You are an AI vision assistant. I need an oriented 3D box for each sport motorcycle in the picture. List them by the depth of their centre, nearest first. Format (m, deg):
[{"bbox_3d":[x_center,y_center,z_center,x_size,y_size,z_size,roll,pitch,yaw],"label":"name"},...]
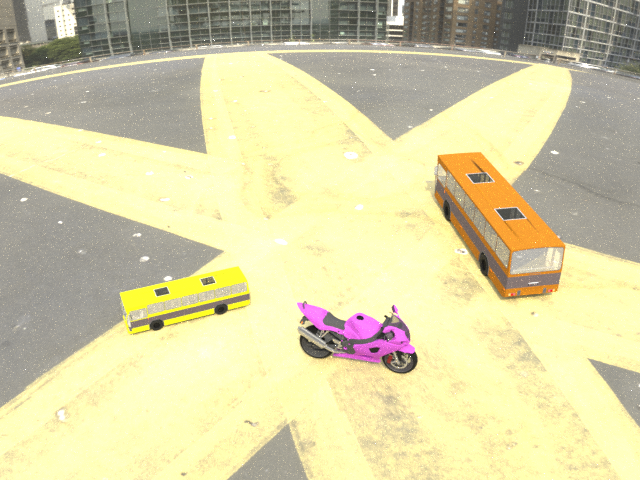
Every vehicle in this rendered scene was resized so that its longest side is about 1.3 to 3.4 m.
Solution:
[{"bbox_3d":[0.447,1.185,8.509,1.520,0.821,0.506,9,32,14],"label":"sport motorcycle"}]

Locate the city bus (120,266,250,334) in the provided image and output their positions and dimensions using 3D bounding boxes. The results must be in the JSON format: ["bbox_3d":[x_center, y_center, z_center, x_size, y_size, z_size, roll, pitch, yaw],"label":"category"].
[{"bbox_3d":[-1.812,0.818,9.485,1.674,0.460,0.476,-13,33,-20],"label":"city bus"}]

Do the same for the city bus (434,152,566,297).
[{"bbox_3d":[2.675,-0.315,10.975,0.926,0.894,3.255,-5,31,-8],"label":"city bus"}]
